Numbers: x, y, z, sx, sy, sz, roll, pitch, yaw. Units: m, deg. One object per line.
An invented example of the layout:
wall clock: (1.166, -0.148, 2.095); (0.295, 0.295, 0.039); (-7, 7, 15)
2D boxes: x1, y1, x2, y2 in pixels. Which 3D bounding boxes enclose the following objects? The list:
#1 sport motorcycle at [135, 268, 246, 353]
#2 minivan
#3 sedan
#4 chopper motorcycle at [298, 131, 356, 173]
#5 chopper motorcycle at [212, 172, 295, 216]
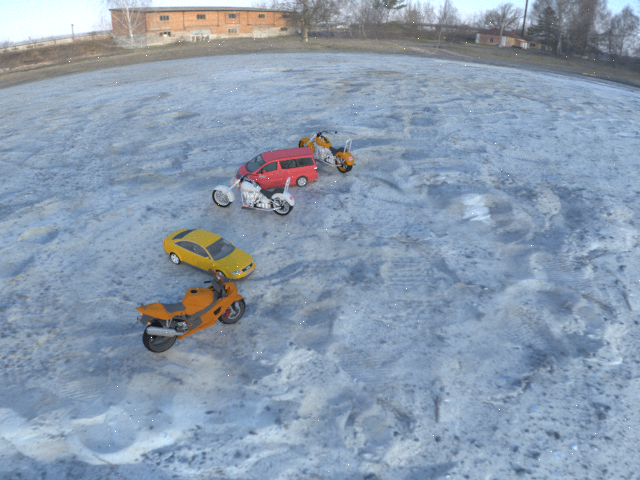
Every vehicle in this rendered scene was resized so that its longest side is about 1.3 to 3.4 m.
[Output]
sport motorcycle: (-1.656, 0.939, 9.185); (1.520, 0.821, 0.506); (-19, 35, -30)
minivan: (-0.839, -1.357, 13.368); (1.548, 0.616, 0.681); (-9, 31, -15)
sedan: (-1.723, 0.176, 10.844); (1.613, 0.483, 0.635); (19, 35, 29)
chopper motorcycle: (0.108, -1.863, 14.099); (0.466, 0.761, 1.563); (-24, 37, -35)
chopper motorcycle: (-1.188, -0.848, 12.341); (1.563, 0.761, 0.466); (10, 31, 17)
